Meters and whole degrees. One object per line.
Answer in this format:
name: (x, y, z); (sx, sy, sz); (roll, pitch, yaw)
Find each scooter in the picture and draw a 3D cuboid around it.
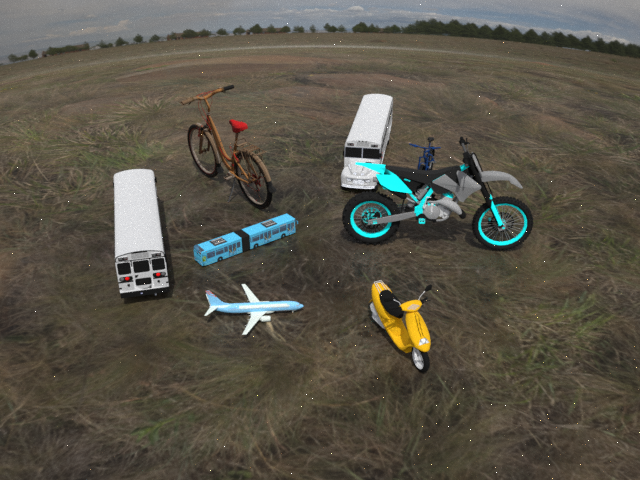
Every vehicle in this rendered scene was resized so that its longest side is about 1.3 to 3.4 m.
scooter: (0.983, 0.923, 8.635); (0.662, 0.919, 1.399); (-13, 32, -21)

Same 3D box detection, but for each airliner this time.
airliner: (-0.871, 0.818, 9.312); (1.307, 0.429, 1.161); (-3, 30, -5)

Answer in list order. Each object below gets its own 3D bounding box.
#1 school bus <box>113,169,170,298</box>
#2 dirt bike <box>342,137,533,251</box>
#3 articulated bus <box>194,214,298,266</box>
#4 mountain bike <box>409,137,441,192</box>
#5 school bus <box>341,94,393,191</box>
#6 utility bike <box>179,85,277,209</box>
school bus: (-2.793, -0.267, 10.792); (0.709, 0.844, 3.322); (-7, 31, -13)
dirt bike: (1.790, -0.623, 10.587); (2.903, 1.666, 1.024); (3, 30, 5)
articulated bus: (-1.135, -0.016, 10.913); (1.749, 0.289, 0.311); (-21, 36, -32)
mountain bike: (1.935, -1.416, 12.778); (0.573, 0.868, 1.469); (10, 31, 16)
school bus: (0.960, -1.960, 13.755); (0.709, 0.844, 3.322); (5, 30, 9)
utility bike: (-1.701, -1.623, 12.162); (1.039, 1.839, 2.791); (-22, 36, -33)
